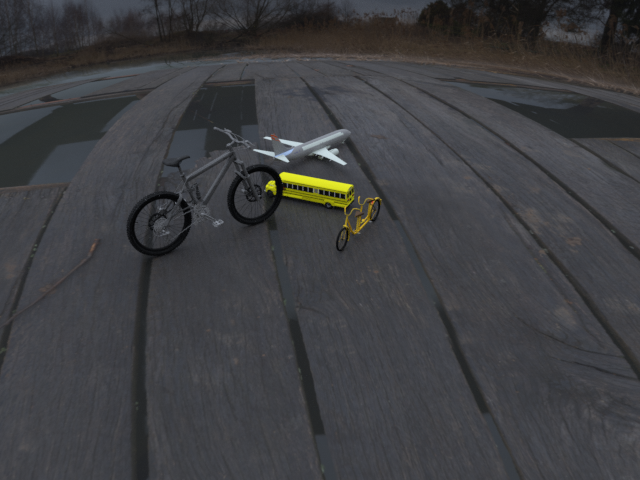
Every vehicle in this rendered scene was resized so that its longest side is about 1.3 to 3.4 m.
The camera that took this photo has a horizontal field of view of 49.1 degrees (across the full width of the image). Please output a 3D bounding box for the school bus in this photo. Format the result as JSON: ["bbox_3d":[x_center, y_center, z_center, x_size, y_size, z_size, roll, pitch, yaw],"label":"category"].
[{"bbox_3d":[-0.219,-0.922,12.877,1.708,0.434,0.365,12,32,21],"label":"school bus"}]

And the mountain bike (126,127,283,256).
[{"bbox_3d":[-1.804,-0.770,11.324,2.857,1.688,1.114,-20,35,-31],"label":"mountain bike"}]

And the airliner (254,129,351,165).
[{"bbox_3d":[-0.155,-2.128,14.620,2.257,0.835,2.541,23,37,35],"label":"airliner"}]

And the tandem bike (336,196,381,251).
[{"bbox_3d":[0.668,-0.392,11.679,0.283,0.682,1.642,15,33,25],"label":"tandem bike"}]
